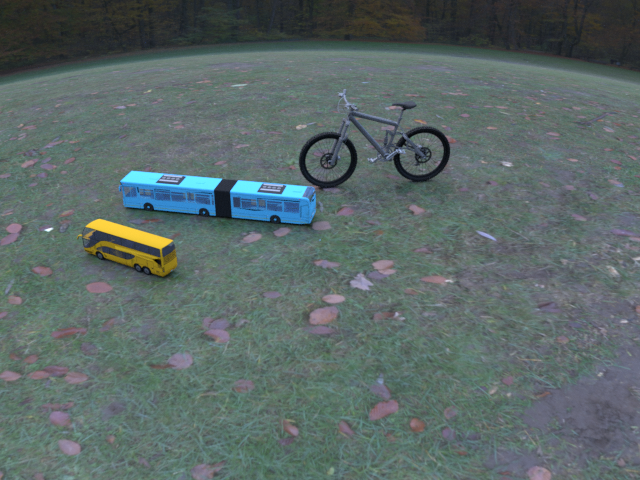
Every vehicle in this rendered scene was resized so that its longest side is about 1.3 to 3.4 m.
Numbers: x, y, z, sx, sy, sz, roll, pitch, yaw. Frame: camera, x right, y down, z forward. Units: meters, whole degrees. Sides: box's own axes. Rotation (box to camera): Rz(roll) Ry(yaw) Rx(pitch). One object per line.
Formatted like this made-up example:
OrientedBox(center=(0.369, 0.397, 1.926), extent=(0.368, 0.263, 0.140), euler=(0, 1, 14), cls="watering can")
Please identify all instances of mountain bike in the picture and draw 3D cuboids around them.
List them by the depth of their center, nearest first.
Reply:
OrientedBox(center=(1.024, -1.793, 12.785), extent=(2.857, 1.688, 1.114), euler=(-5, 30, -8), cls="mountain bike")

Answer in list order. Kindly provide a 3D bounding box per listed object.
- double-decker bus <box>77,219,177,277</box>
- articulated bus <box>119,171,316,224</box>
OrientedBox(center=(-2.917, 0.100, 10.592), extent=(1.672, 0.541, 0.389), euler=(15, 33, 24), cls="double-decker bus")
OrientedBox(center=(-1.779, -0.737, 12.059), extent=(3.401, 0.561, 0.605), euler=(6, 30, 10), cls="articulated bus")
